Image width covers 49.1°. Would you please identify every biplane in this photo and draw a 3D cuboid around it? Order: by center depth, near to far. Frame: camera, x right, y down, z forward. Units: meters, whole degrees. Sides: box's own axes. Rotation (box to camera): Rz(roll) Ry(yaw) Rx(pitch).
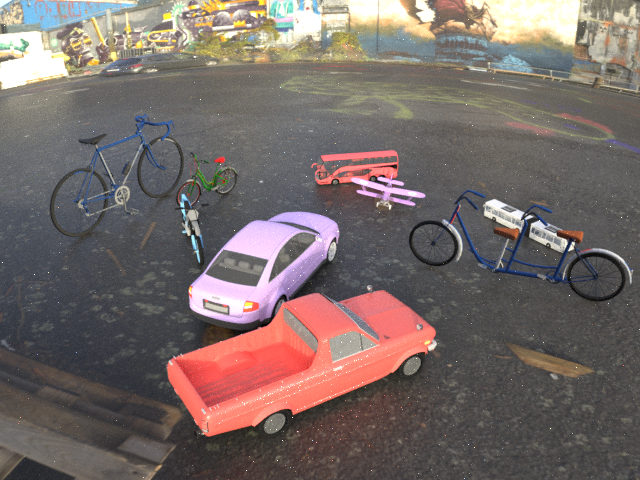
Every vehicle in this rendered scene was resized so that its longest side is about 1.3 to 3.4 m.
[{"bbox_3d":[1.249,-0.884,12.705,1.336,0.504,1.090,6,29,11],"label":"biplane"}]

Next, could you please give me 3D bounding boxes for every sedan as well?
[{"bbox_3d":[-0.699,0.222,10.168,1.235,0.940,3.137,12,30,21],"label":"sedan"}]

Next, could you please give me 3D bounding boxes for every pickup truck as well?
[{"bbox_3d":[-0.145,1.283,8.119,3.117,0.993,1.244,-16,32,-27],"label":"pickup truck"}]

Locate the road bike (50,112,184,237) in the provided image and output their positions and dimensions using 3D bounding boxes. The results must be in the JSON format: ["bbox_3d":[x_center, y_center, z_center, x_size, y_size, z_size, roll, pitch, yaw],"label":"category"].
[{"bbox_3d":[-3.424,-1.190,12.055,0.696,1.656,3.004,17,33,29],"label":"road bike"}]

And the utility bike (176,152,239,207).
[{"bbox_3d":[-2.002,-1.126,12.691,0.535,0.946,1.435,25,37,38],"label":"utility bike"}]

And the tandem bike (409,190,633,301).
[{"bbox_3d":[2.821,0.056,10.069,3.192,1.326,0.550,12,30,21],"label":"tandem bike"}]

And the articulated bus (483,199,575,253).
[{"bbox_3d":[3.473,-0.252,11.750,0.311,0.289,1.749,-18,33,-30],"label":"articulated bus"}]

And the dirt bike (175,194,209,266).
[{"bbox_3d":[-2.024,-0.224,11.092,0.527,0.857,1.493,-10,30,-17],"label":"dirt bike"}]

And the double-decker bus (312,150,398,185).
[{"bbox_3d":[0.690,-1.408,13.649,1.672,0.541,0.389,-5,29,-10],"label":"double-decker bus"}]
